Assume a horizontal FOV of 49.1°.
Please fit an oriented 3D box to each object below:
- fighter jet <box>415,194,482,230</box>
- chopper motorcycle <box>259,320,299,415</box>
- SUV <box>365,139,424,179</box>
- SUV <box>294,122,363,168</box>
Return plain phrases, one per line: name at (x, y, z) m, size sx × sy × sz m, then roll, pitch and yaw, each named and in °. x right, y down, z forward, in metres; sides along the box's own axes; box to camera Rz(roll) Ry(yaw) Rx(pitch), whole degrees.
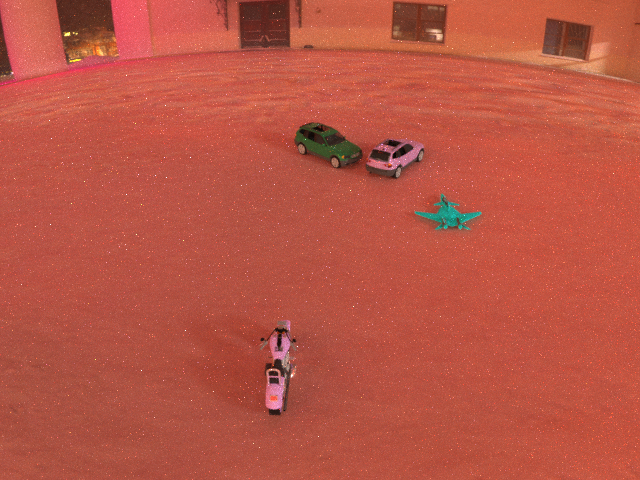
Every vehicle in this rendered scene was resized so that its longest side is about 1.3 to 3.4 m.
fighter jet at (2.209, -0.584, 12.120) m, size 1.147 × 0.286 × 1.358 m, roll 0°, pitch 30°, yaw 0°
chopper motorcycle at (-0.473, 1.356, 8.260) m, size 0.466 × 0.761 × 1.563 m, roll 1°, pitch 30°, yaw 2°
SUV at (1.496, -1.708, 13.784) m, size 0.656 × 0.580 × 1.572 m, roll 18°, pitch 35°, yaw 29°
SUV at (0.160, -1.957, 14.218) m, size 0.656 × 0.580 × 1.572 m, roll -26°, pitch 39°, yaw -37°
